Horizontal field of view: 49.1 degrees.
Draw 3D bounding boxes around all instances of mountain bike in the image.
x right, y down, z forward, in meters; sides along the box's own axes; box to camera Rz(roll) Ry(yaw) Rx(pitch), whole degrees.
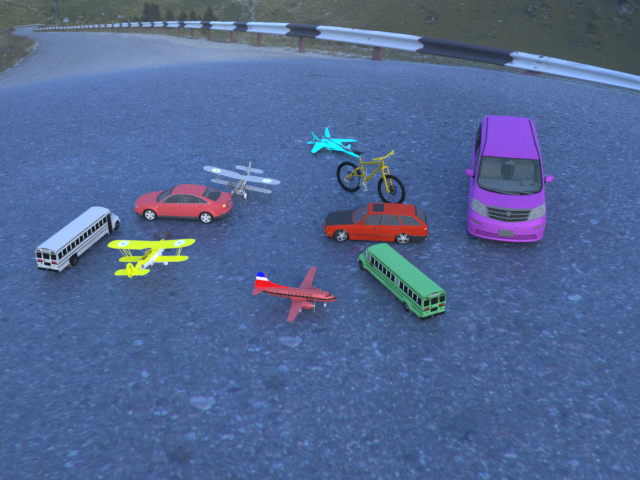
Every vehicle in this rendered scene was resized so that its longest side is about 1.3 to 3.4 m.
[{"bbox_3d":[0.847,-1.096,11.866,1.469,0.868,0.573,22,35,36],"label":"mountain bike"}]

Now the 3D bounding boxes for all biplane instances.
[{"bbox_3d":[-1.312,-1.055,12.182,1.336,0.504,1.090,4,28,8],"label":"biplane"},{"bbox_3d":[-2.402,0.243,9.683,1.336,0.504,1.090,7,28,14],"label":"biplane"}]

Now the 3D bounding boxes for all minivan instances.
[{"bbox_3d":[3.037,-1.053,11.427,1.324,1.197,3.011,6,28,11],"label":"minivan"}]

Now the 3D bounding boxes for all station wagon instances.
[{"bbox_3d":[0.852,-0.289,10.741,1.597,0.473,0.682,2,28,4],"label":"station wagon"}]

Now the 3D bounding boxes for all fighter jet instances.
[{"bbox_3d":[0.368,-1.925,14.092,1.147,0.286,1.358,-20,33,-33],"label":"fighter jet"}]

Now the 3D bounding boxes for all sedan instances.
[{"bbox_3d":[-2.231,-0.631,11.388,1.613,0.483,0.635,3,28,5],"label":"sedan"}]

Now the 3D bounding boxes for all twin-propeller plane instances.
[{"bbox_3d":[-0.319,0.639,9.027,1.095,0.407,1.370,6,28,11],"label":"twin-propeller plane"}]

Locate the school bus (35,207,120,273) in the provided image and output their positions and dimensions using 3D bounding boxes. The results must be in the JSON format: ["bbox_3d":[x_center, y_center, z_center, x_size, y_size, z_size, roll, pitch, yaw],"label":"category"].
[{"bbox_3d":[-3.529,-0.065,10.353,0.365,0.434,1.708,7,28,14],"label":"school bus"}]

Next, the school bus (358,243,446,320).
[{"bbox_3d":[1.037,0.485,9.293,0.365,0.434,1.708,-13,30,-23],"label":"school bus"}]
